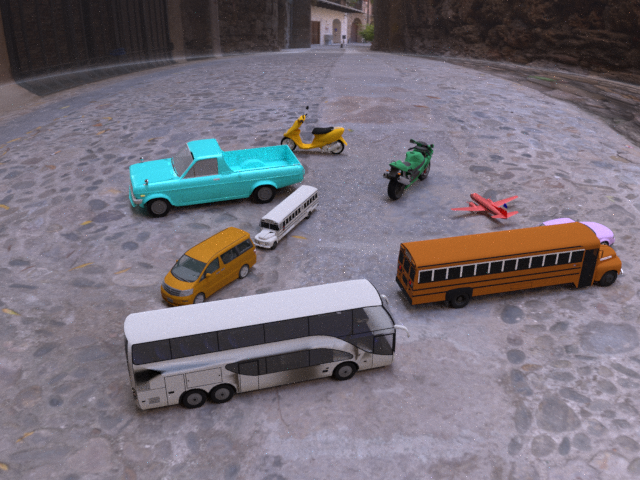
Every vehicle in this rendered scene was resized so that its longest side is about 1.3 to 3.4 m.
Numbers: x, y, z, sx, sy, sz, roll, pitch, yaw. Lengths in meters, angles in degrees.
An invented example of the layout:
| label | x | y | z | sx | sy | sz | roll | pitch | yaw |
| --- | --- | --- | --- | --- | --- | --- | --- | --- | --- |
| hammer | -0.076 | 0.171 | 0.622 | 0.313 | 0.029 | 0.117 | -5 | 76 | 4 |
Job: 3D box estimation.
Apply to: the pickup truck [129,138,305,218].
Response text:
| label | x | y | z | sx | sy | sz | roll | pitch | yaw |
| --- | --- | --- | --- | --- | --- | --- | --- | --- | --- |
| pickup truck | -1.882 | -1.242 | 12.603 | 3.117 | 0.993 | 1.244 | -9 | 30 | -15 |

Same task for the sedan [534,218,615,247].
| label | x | y | z | sx | sy | sz | roll | pitch | yaw |
| --- | --- | --- | --- | --- | --- | --- | --- | --- | --- |
| sedan | 3.901 | -0.067 | 11.035 | 1.613 | 0.483 | 0.635 | -9 | 31 | -16 |

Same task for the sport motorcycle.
| label | x | y | z | sx | sy | sz | roll | pitch | yaw |
| --- | --- | --- | --- | --- | --- | --- | --- | --- | --- |
| sport motorcycle | 1.667 | -1.312 | 12.902 | 0.506 | 0.821 | 1.520 | 19 | 35 | 30 |

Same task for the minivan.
| label | x | y | z | sx | sy | sz | roll | pitch | yaw |
| --- | --- | --- | --- | --- | --- | --- | --- | --- | --- |
| minivan | -1.606 | 0.383 | 10.099 | 0.681 | 0.616 | 1.548 | 20 | 35 | 31 |

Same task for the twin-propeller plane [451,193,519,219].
| label | x | y | z | sx | sy | sz | roll | pitch | yaw |
| --- | --- | --- | --- | --- | --- | --- | --- | --- | --- |
| twin-propeller plane | 2.916 | -0.632 | 12.116 | 1.370 | 0.407 | 1.095 | -12 | 31 | -20 |

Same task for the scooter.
| label | x | y | z | sx | sy | sz | roll | pitch | yaw |
| --- | --- | --- | --- | --- | --- | --- | --- | --- | --- |
| scooter | -0.133 | -2.223 | 14.420 | 1.399 | 0.919 | 0.662 | 4 | 30 | 7 |

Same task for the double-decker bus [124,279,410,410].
| label | x | y | z | sx | sy | sz | roll | pitch | yaw |
| --- | --- | --- | --- | --- | --- | --- | --- | --- | --- |
| double-decker bus | -0.595 | 1.189 | 8.222 | 3.251 | 1.052 | 0.756 | -8 | 30 | -13 |

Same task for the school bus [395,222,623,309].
| label | x | y | z | sx | sy | sz | roll | pitch | yaw |
| --- | --- | --- | --- | --- | --- | --- | --- | --- | --- |
| school bus | 2.767 | 0.322 | 9.974 | 3.322 | 0.844 | 0.709 | -7 | 30 | -12 |

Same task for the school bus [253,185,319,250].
| label | x | y | z | sx | sy | sz | roll | pitch | yaw |
| --- | --- | --- | --- | --- | --- | --- | --- | --- | --- |
| school bus | -0.553 | -0.389 | 11.656 | 0.365 | 0.434 | 1.708 | 14 | 32 | 23 |
